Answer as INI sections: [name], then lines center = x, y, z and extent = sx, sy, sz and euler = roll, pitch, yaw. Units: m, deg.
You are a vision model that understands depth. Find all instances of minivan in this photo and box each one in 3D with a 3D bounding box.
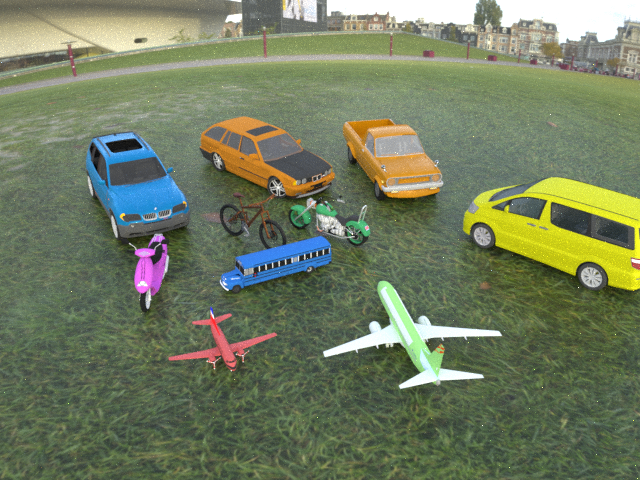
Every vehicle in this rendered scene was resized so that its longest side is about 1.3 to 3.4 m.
[minivan]
center = 3.674, -0.269, 10.728
extent = 3.011, 1.197, 1.324
euler = 24, 36, 38

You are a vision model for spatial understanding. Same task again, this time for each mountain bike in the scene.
[mountain bike]
center = -1.097, -0.327, 11.189
extent = 1.469, 0.868, 0.573
euler = 21, 35, 35

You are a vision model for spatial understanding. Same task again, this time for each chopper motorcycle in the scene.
[chopper motorcycle]
center = 0.135, -0.390, 11.423
extent = 1.563, 0.761, 0.466
euler = 18, 33, 31

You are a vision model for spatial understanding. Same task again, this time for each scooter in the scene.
[scooter]
center = -2.391, 0.317, 9.916
extent = 0.662, 0.919, 1.399
euler = 0, 28, 0

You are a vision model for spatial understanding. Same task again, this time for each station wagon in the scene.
[station wagon]
center = -1.077, -1.704, 13.739
extent = 1.327, 0.920, 3.105
euler = -23, 36, -37

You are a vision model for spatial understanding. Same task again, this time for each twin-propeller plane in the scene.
[twin-propeller plane]
center = -1.223, 1.243, 8.712
extent = 1.370, 0.407, 1.095
euler = -11, 30, -19

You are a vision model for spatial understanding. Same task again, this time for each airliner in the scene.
[airliner]
center = 1.100, 0.977, 8.758
extent = 2.257, 0.835, 2.541
euler = -5, 28, -10

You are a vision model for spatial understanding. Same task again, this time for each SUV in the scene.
[SUV]
center = -3.278, -1.041, 12.261
extent = 1.276, 1.128, 3.058
euler = -14, 31, -24

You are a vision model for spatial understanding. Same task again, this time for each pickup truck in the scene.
[pickup truck]
center = 1.352, -1.752, 13.753
extent = 1.244, 0.993, 3.117
euler = -6, 28, -11

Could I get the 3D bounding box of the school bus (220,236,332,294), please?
[school bus]
center = -0.651, 0.356, 10.362
extent = 1.708, 0.434, 0.365
euler = -14, 31, -25
